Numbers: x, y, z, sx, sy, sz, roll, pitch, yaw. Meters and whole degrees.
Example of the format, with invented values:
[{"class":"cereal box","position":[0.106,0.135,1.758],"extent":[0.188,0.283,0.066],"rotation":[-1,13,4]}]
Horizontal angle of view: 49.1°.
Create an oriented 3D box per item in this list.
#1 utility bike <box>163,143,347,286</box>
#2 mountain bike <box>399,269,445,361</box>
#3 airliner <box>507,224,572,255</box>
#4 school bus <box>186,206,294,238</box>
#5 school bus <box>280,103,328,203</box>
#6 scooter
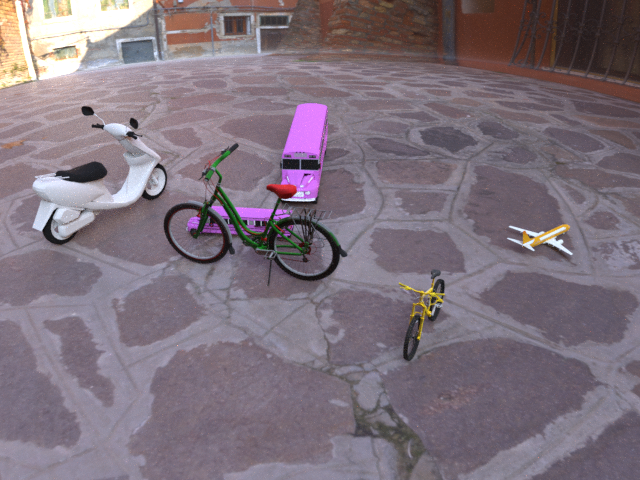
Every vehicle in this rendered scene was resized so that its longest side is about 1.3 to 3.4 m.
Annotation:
[{"class":"utility bike","position":[-0.991,-0.267,9.707],"extent":[2.791,1.839,1.039],"rotation":[8,30,14]},{"class":"mountain bike","position":[1.315,0.842,8.698],"extent":[0.573,0.868,1.469],"rotation":[13,31,23]},{"class":"airliner","position":[3.530,-0.130,10.921],"extent":[1.307,0.429,1.161],"rotation":[-21,35,-33]},{"class":"school bus","position":[-1.291,-0.281,11.190],"extent":[1.708,0.434,0.365],"rotation":[3,29,6]},{"class":"school bus","position":[-0.270,-1.696,13.338],"extent":[0.709,0.844,3.322],"rotation":[2,29,3]},{"class":"scooter","position":[-3.520,-1.118,11.308],"extent":[1.288,1.786,2.721],"rotation":[18,33,29]}]
